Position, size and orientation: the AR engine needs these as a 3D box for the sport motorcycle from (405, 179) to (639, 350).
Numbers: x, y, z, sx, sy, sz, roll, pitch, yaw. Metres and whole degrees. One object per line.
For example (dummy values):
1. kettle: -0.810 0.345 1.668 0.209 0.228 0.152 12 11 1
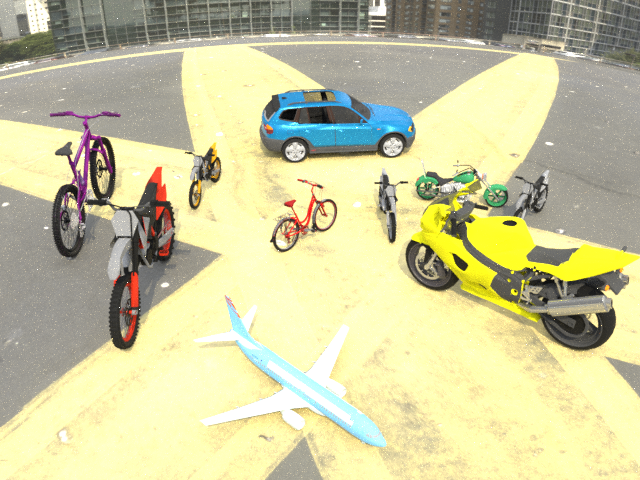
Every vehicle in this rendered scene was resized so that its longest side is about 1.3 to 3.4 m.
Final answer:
1. sport motorcycle: 2.387 0.317 8.897 2.955 1.596 0.983 22 38 32

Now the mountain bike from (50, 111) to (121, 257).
1. mountain bike: -3.691 -1.002 10.980 1.114 1.688 2.857 0 31 1

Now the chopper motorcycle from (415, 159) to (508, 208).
1. chopper motorcycle: 2.395 -0.958 11.800 1.563 0.761 0.466 6 32 9

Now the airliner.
1. airliner: -0.244 1.443 7.777 2.541 0.835 2.257 26 40 36

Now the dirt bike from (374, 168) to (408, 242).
1. dirt bike: 1.090 -0.622 11.155 0.527 0.857 1.493 -2 31 -3

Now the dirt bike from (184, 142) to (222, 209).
1. dirt bike: -1.981 -1.176 12.066 0.527 0.857 1.493 6 32 10

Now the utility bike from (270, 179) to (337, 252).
1. utility bike: -0.272 -0.418 10.733 0.535 0.946 1.435 27 40 37

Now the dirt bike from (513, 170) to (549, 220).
1. dirt bike: 3.374 -0.635 11.176 0.527 0.857 1.493 21 37 30

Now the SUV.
1. SUV: 0.342 -2.307 13.667 3.058 1.128 1.276 -4 31 -6

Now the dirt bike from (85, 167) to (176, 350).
1. dirt bike: -2.337 0.056 9.259 1.024 1.666 2.903 1 31 2
